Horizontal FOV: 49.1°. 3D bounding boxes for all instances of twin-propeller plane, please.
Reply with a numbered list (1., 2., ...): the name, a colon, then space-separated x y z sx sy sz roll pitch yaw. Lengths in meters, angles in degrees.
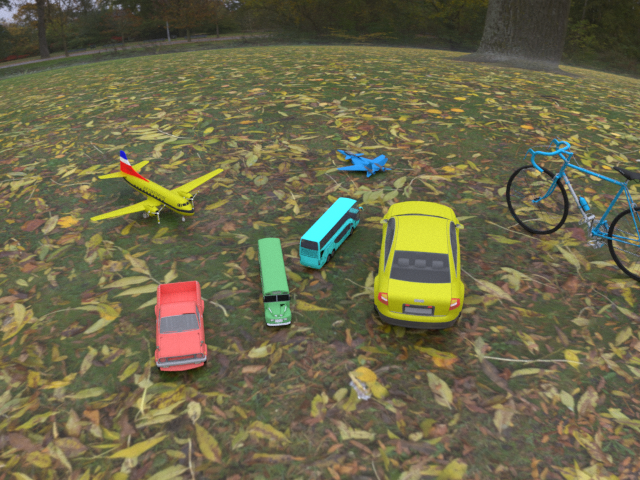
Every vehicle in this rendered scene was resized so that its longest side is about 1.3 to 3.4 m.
1. twin-propeller plane: -2.839 -0.920 12.001 2.129 0.792 2.663 26 39 37

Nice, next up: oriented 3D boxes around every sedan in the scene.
1. sedan: 1.440 0.130 10.055 1.235 0.940 3.137 4 31 7

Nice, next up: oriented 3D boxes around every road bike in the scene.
1. road bike: 4.028 -0.488 10.404 0.696 1.656 3.004 -23 37 -33

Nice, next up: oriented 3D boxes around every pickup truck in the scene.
1. pickup truck: -1.794 1.022 8.952 0.640 0.511 1.603 -6 31 -9

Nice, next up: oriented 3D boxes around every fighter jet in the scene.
1. fighter jet: 0.747 -1.625 13.711 1.147 0.286 1.358 -20 36 -30

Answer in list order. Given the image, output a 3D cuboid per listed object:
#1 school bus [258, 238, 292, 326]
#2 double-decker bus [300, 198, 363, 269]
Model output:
1. school bus: -0.649 0.570 9.802 0.365 0.434 1.708 -4 30 -7
2. double-decker bus: 0.184 -0.147 10.925 0.389 0.541 1.672 13 33 21
